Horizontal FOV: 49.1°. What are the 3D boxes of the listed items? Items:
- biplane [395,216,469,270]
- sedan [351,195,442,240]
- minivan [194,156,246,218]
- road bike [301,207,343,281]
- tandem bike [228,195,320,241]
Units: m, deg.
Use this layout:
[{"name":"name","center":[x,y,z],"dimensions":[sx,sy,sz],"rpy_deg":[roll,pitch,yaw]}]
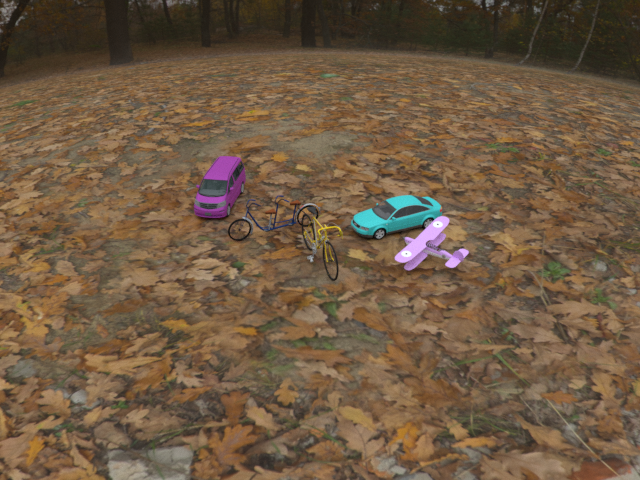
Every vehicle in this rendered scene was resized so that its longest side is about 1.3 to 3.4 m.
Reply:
[{"name":"biplane","center":[1.702,0.156,10.708],"dimensions":[1.090,0.504,1.336],"rpy_deg":[22,36,34]},{"name":"sedan","center":[1.294,-0.439,11.789],"dimensions":[1.613,0.483,0.635],"rpy_deg":[-12,32,-21]},{"name":"minivan","center":[-1.791,-0.956,12.577],"dimensions":[0.681,0.616,1.548],"rpy_deg":[5,30,8]},{"name":"road bike","center":[-0.017,-0.017,10.661],"dimensions":[0.358,0.852,1.545],"rpy_deg":[-11,31,-18]},{"name":"tandem bike","center":[-0.738,-0.409,11.534],"dimensions":[1.642,0.682,0.283],"rpy_deg":[-13,32,-21]}]
